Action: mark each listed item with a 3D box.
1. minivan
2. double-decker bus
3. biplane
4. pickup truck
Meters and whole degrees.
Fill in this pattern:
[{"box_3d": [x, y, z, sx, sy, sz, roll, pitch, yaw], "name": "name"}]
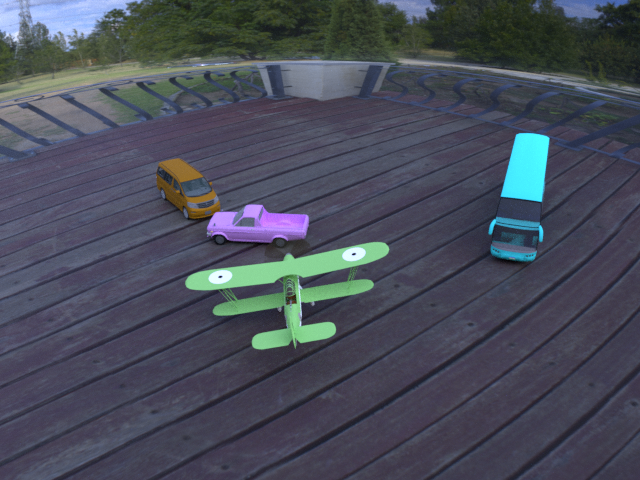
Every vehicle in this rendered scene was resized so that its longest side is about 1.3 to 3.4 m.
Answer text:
[{"box_3d": [-2.313, -0.900, 12.201, 0.681, 0.616, 1.548, -18, 33, -30], "name": "minivan"}, {"box_3d": [3.320, -0.748, 11.452, 0.756, 1.052, 3.251, 9, 29, 16], "name": "double-decker bus"}, {"box_3d": [-0.399, 0.720, 8.778, 2.598, 0.981, 2.120, -2, 28, -4], "name": "biplane"}, {"box_3d": [-0.979, -0.252, 11.097, 1.603, 0.511, 0.640, 3, 28, 5], "name": "pickup truck"}]
